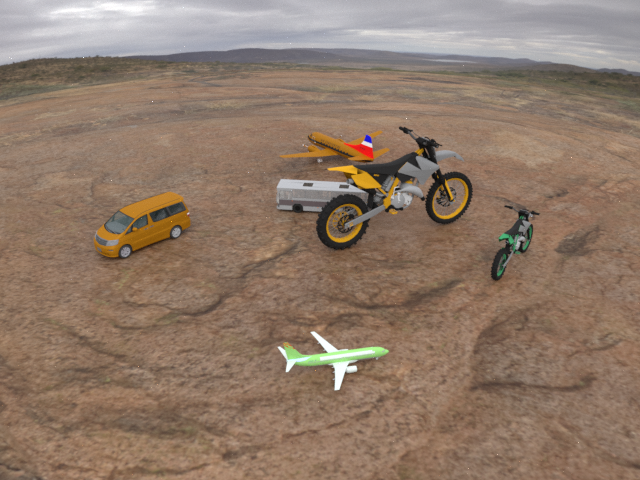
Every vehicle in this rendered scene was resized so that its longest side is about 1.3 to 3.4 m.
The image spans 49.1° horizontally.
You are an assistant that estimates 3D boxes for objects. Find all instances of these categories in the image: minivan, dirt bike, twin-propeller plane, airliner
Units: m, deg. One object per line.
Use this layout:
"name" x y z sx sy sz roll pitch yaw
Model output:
"minivan" -2.815 -0.250 11.052 0.681 0.616 1.548 23 35 38
"dirt bike" 2.864 -0.014 10.317 0.527 0.857 1.493 18 32 31
"twin-propeller plane" 0.393 -1.979 14.290 2.663 0.792 2.129 -19 32 -33
"dirt bike" 1.243 -0.823 11.022 2.903 1.666 1.024 -13 29 -24
"airliner" 0.190 1.295 8.192 1.307 0.429 1.161 -6 27 -12

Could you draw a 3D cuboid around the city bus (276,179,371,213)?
"city bus" 0.098 -0.735 12.188 1.674 0.460 0.476 4 27 7
